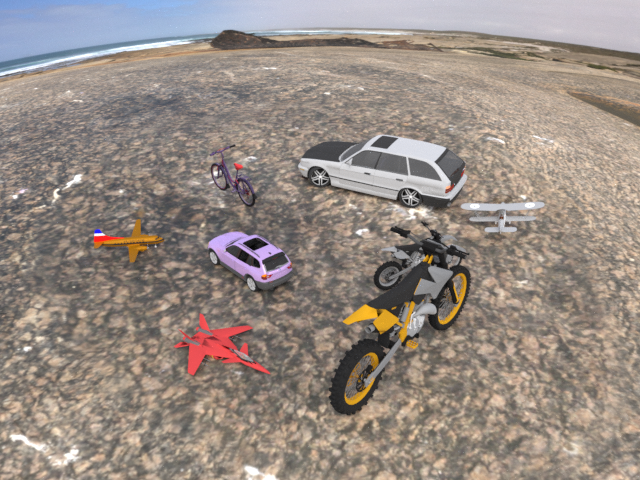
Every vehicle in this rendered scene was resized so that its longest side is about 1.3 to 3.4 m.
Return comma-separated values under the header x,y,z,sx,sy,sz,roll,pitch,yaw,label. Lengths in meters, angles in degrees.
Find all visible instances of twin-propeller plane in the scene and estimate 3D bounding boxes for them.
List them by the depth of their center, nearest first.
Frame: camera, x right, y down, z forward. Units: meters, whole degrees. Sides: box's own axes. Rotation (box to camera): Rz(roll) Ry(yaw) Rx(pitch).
x,y,z,sx,sy,sz,roll,pitch,yaw,label
-3.029,-0.024,11.108,1.095,0.407,1.370,-4,31,-7,twin-propeller plane

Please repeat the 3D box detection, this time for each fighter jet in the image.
x,y,z,sx,sy,sz,roll,pitch,yaw,label
-1.165,1.365,8.851,1.358,0.286,1.147,19,35,30,fighter jet

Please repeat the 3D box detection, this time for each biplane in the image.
x,y,z,sx,sy,sz,roll,pitch,yaw,label
2.991,-0.371,11.606,1.336,0.504,1.090,8,31,13,biplane

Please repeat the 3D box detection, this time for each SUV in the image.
x,y,z,sx,sy,sz,roll,pitch,yaw,label
-1.067,0.222,10.516,0.656,0.580,1.572,-24,38,-35,SUV

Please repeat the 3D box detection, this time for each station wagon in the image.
x,y,z,sx,sy,sz,roll,pitch,yaw,label
1.113,-1.411,12.974,3.105,0.920,1.327,14,33,23,station wagon

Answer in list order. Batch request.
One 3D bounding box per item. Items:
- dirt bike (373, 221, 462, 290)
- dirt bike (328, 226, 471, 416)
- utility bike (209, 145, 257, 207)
x,y,z,sx,sy,sz,roll,pitch,yaw,label
1.456,0.239,10.213,1.493,0.857,0.527,-13,33,-20,dirt bike
1.064,0.830,8.399,1.024,1.666,2.903,23,37,34,dirt bike
-1.609,-1.148,12.499,0.535,0.946,1.435,-23,37,-34,utility bike
